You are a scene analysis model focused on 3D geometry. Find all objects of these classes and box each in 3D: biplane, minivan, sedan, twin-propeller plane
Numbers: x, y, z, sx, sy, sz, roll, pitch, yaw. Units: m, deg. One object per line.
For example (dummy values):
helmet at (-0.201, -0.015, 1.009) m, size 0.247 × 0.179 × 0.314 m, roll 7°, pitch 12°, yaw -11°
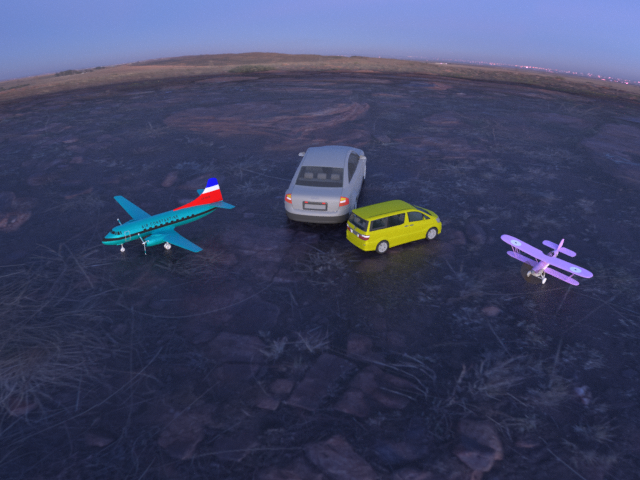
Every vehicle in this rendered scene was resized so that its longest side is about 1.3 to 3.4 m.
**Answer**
biplane at (3.231, 0.289, 9.894) m, size 1.336 × 0.504 × 1.090 m, roll 19°, pitch 32°, yaw 34°
minivan at (1.183, -0.272, 10.912) m, size 1.548 × 0.616 × 0.681 m, roll -14°, pitch 29°, yaw -27°
sedan at (0.155, -1.178, 12.391) m, size 1.235 × 0.940 × 3.137 m, roll 4°, pitch 26°, yaw 8°
twin-propeller plane at (-2.426, -0.394, 10.960) m, size 2.129 × 0.792 × 2.663 m, roll -20°, pitch 33°, yaw -35°
